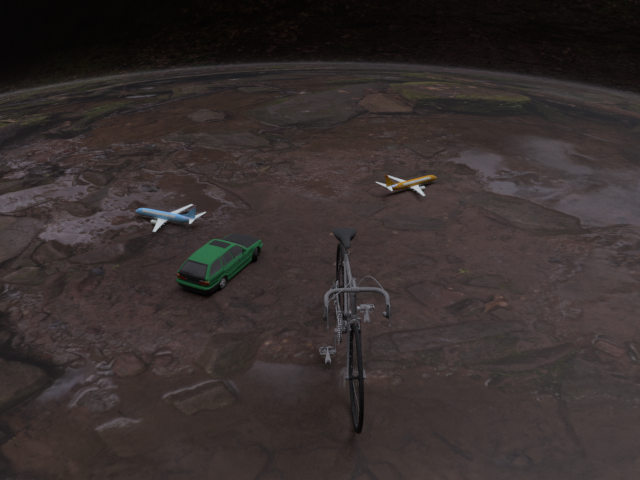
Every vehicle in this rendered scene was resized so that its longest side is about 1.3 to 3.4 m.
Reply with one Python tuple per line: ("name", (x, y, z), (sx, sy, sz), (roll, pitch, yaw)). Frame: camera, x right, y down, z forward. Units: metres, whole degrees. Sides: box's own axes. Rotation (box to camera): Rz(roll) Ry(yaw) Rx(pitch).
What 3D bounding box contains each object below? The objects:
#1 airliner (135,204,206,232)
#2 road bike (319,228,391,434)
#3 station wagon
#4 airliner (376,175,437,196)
("airliner", (-2.637, -0.496, 11.985), (1.307, 0.429, 1.161), (11, 30, 21))
("road bike", (0.329, 0.821, 8.171), (0.696, 1.656, 3.004), (-2, 28, -3))
("station wagon", (-1.471, 0.251, 10.522), (0.682, 0.473, 1.597), (13, 31, 23))
("airliner", (1.719, -1.157, 13.239), (1.307, 0.429, 1.161), (-17, 32, -29))
